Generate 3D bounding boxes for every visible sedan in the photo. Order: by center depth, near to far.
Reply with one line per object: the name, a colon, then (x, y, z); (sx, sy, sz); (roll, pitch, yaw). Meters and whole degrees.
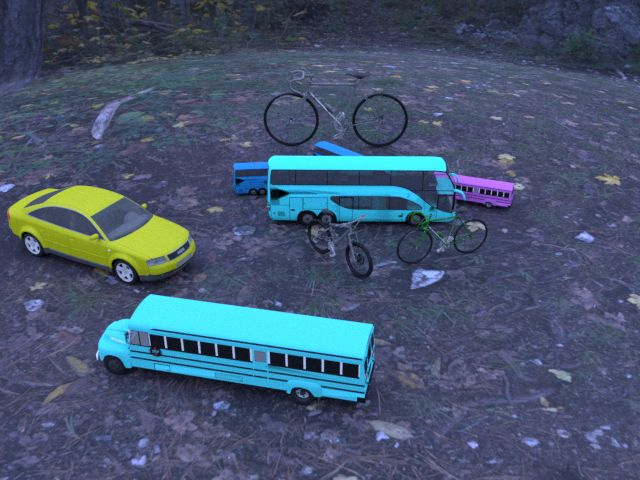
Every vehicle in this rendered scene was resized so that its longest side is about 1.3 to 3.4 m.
sedan: (-3.366, -0.214, 10.700); (3.137, 0.940, 1.235); (14, 32, 23)

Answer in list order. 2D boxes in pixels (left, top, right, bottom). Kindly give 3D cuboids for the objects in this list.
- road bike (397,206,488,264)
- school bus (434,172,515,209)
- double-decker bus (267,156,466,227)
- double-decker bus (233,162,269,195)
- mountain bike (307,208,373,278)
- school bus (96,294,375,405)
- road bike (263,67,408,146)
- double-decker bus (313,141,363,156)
road bike: (1.869, -0.092, 10.573); (1.545, 0.852, 0.358); (-10, 31, -17)
school bus: (2.560, -0.898, 12.445); (1.708, 0.434, 0.365); (11, 31, 18)
double-decker bus: (0.746, -0.838, 11.705); (3.251, 1.052, 0.756); (0, 29, 1)
double-decker bus: (-0.739, -1.144, 12.776); (1.672, 0.541, 0.389); (-3, 29, -5)
mountain bike: (0.278, -0.015, 10.418); (0.573, 0.868, 1.469); (-22, 36, -33)
school bus: (-1.040, 1.244, 8.187); (3.322, 0.844, 0.709); (6, 30, 11)
road bike: (0.324, -2.709, 14.437); (3.004, 1.656, 0.697); (1, 29, 1)
double-decker bus: (0.546, -1.385, 13.208); (0.389, 0.541, 1.672); (-25, 38, -38)
